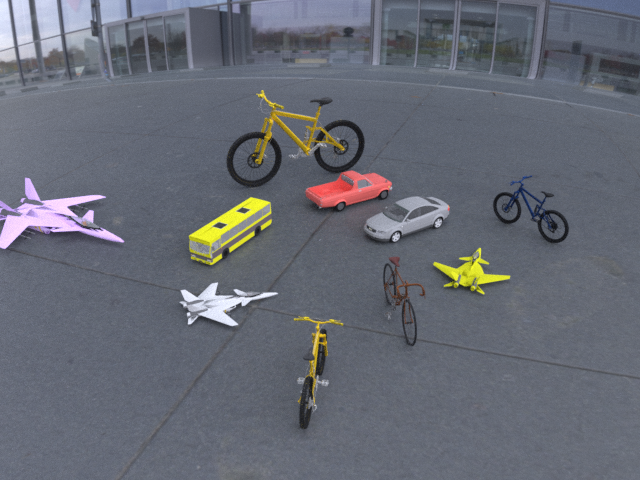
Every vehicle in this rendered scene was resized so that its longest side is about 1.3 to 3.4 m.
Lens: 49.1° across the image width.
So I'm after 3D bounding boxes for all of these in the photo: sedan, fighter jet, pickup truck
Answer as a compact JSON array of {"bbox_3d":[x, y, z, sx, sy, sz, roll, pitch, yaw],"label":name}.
[{"bbox_3d":[1.468,-0.406,11.791,1.613,0.483,0.635,-18,33,-30],"label":"sedan"},{"bbox_3d":[2.313,0.346,10.587,1.147,0.286,1.358,10,30,19],"label":"fighter jet"},{"bbox_3d":[-1.232,0.799,9.736,1.358,0.286,1.147,-10,30,-18],"label":"fighter jet"},{"bbox_3d":[-4.311,-0.416,11.730,2.640,0.557,2.229,14,31,25],"label":"fighter jet"},{"bbox_3d":[0.539,-0.946,12.776,1.603,0.511,0.640,-16,32,-28],"label":"pickup truck"}]

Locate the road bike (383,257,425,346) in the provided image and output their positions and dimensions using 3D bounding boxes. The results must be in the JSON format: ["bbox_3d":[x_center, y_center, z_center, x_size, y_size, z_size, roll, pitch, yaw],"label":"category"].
[{"bbox_3d":[1.051,0.724,9.275,0.358,0.852,1.545,-5,28,-9],"label":"road bike"}]

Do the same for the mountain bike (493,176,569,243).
[{"bbox_3d":[3.492,-0.521,11.597,0.573,0.868,1.469,-21,35,-34],"label":"mountain bike"}]

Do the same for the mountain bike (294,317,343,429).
[{"bbox_3d":[-0.063,1.423,7.944,0.573,0.868,1.469,5,28,9],"label":"mountain bike"}]

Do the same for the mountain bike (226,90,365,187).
[{"bbox_3d":[-0.429,-1.952,13.414,2.857,1.688,1.114,-11,30,-20],"label":"mountain bike"}]

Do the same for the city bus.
[{"bbox_3d":[-1.419,-0.151,11.336,0.476,0.460,1.674,15,32,26],"label":"city bus"}]
